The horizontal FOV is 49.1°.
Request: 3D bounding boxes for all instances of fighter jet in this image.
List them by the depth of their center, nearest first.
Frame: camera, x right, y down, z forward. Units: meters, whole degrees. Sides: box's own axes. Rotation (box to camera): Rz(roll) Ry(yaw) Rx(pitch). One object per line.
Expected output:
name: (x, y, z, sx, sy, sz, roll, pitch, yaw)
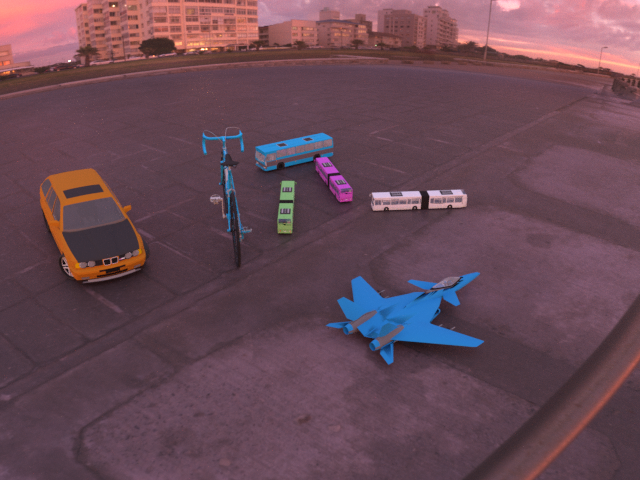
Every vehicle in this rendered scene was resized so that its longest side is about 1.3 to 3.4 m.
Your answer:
fighter jet: (1.429, 0.757, 9.663, 2.640, 0.557, 2.229, -23, 35, -37)

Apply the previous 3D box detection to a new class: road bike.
road bike: (-1.485, -0.792, 11.437, 0.697, 1.656, 3.004, -5, 28, -10)

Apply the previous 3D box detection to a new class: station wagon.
station wagon: (-3.774, -0.361, 11.406, 1.327, 0.920, 3.105, -14, 31, -25)

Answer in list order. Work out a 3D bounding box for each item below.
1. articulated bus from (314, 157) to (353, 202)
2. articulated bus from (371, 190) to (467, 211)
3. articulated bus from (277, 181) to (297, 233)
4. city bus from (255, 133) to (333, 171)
articulated bus: (0.256, -1.198, 13.686, 0.311, 0.289, 1.749, -7, 29, -14)
articulated bus: (1.796, -0.729, 12.791, 1.749, 0.289, 0.311, -2, 28, -4)
articulated bus: (-0.597, -0.613, 12.568, 0.311, 0.289, 1.749, 0, 28, 0)
city bus: (-0.528, -1.840, 14.728, 1.674, 0.460, 0.476, -16, 32, -28)
